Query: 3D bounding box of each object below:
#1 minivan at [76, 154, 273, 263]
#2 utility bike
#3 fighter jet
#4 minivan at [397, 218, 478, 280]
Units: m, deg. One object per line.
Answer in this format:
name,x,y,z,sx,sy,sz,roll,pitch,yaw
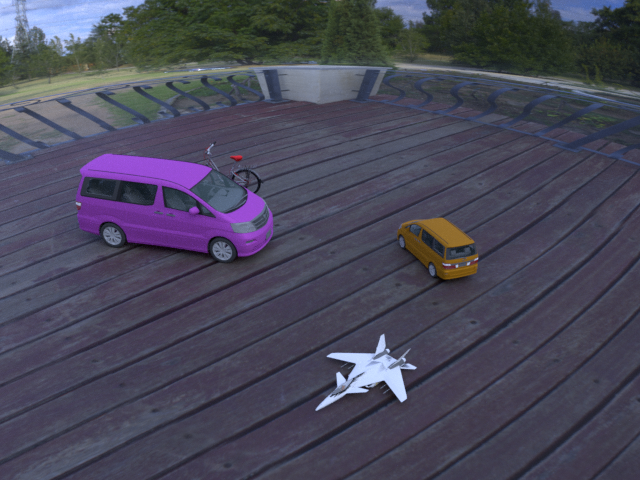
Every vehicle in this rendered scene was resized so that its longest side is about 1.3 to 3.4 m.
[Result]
minivan,-2.230,-0.549,10.854,3.011,1.197,1.324,7,28,14
utility bike,-1.720,-1.205,12.398,1.435,0.946,0.535,3,27,5
fighter jet,0.437,1.519,7.841,1.358,0.286,1.147,-24,36,-39
minivan,1.712,0.022,10.381,0.681,0.616,1.548,-10,29,-19
